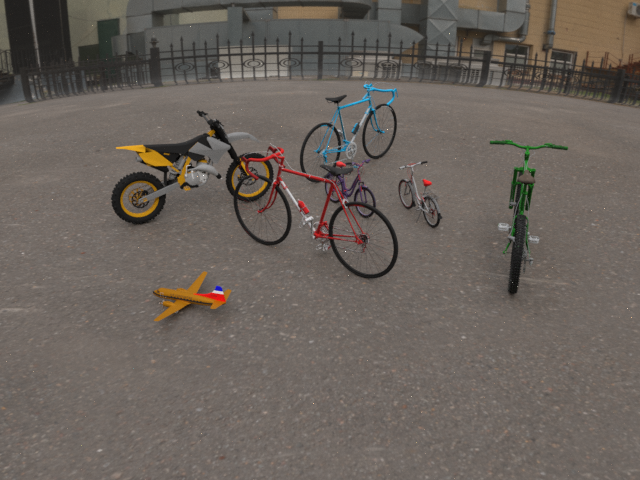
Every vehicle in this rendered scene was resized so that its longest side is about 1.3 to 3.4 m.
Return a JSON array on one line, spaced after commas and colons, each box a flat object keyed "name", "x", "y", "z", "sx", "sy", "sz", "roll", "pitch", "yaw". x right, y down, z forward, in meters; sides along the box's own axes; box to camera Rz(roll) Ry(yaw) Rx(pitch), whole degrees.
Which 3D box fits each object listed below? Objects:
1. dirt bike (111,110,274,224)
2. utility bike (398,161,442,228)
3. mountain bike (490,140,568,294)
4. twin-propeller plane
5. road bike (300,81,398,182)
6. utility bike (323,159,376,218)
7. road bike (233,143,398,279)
[{"name": "dirt bike", "x": -2.132, "y": -1.247, "z": 11.905, "sx": 2.903, "sy": 1.666, "sz": 1.024, "roll": -13, "pitch": 29, "yaw": -25}, {"name": "utility bike", "x": 1.636, "y": -0.798, "z": 11.803, "sx": 0.535, "sy": 0.946, "sz": 1.435, "roll": -10, "pitch": 28, "yaw": -20}, {"name": "mountain bike", "x": 2.936, "y": -0.450, "z": 10.225, "sx": 1.114, "sy": 1.688, "sz": 2.857, "roll": 7, "pitch": 27, "yaw": 14}, {"name": "twin-propeller plane", "x": -1.744, "y": 0.717, "z": 9.278, "sx": 1.095, "sy": 0.407, "sz": 1.370, "roll": 8, "pitch": 27, "yaw": 17}, {"name": "road bike", "x": 0.635, "y": -2.184, "z": 13.862, "sx": 0.696, "sy": 1.656, "sz": 3.004, "roll": 21, "pitch": 33, "yaw": 37}, {"name": "utility bike", "x": 0.540, "y": -0.995, "z": 12.212, "sx": 0.535, "sy": 0.946, "sz": 1.435, "roll": -18, "pitch": 31, "yaw": -33}, {"name": "road bike", "x": -0.152, "y": -0.449, "z": 10.261, "sx": 3.004, "sy": 1.656, "sz": 0.697, "roll": 17, "pitch": 31, "yaw": 32}]
